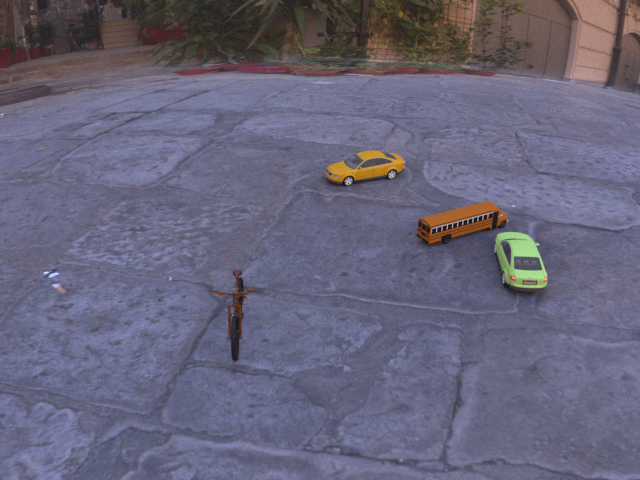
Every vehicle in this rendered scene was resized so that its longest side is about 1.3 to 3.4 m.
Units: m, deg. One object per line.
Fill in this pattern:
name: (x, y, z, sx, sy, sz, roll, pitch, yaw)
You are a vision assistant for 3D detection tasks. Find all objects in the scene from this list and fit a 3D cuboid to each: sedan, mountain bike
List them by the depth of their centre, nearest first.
mountain bike: (-1.077, 0.873, 9.077, 0.573, 0.868, 1.469, -1, 29, -2)
sedan: (3.042, 0.242, 10.643, 0.635, 0.483, 1.613, 2, 29, 4)
sedan: (0.888, -1.461, 13.779, 1.613, 0.483, 0.635, -10, 30, -18)

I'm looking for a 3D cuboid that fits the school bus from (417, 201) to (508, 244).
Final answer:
school bus: (2.422, -0.305, 11.703, 1.708, 0.434, 0.365, -14, 32, -24)
